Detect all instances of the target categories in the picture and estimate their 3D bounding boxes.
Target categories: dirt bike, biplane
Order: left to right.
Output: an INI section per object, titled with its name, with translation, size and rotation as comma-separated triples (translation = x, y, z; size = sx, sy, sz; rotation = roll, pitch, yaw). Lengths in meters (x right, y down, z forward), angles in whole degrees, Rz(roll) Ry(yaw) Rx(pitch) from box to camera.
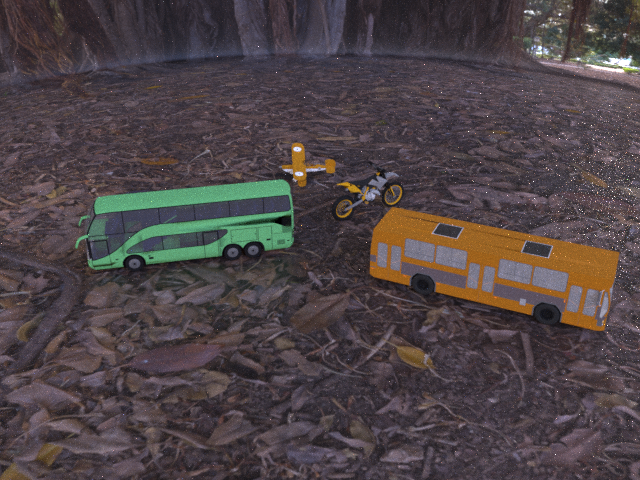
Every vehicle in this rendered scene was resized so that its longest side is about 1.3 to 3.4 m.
[biplane]
translation = -0.244, -1.377, 13.348
size = 1.090, 0.504, 1.336
rotation = -2, 29, -3
[dirt bike]
translation = 0.839, -0.843, 12.025
size = 1.493, 0.857, 0.527
rotation = -16, 33, -26

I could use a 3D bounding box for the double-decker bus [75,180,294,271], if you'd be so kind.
[double-decker bus]
translation = -2.023, -0.229, 10.723
size = 3.251, 1.052, 0.756
rotation = -6, 30, -11

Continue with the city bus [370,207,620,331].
[city bus]
translation = 2.357, 0.388, 9.775
size = 3.255, 0.894, 0.926
rotation = 13, 32, 22
